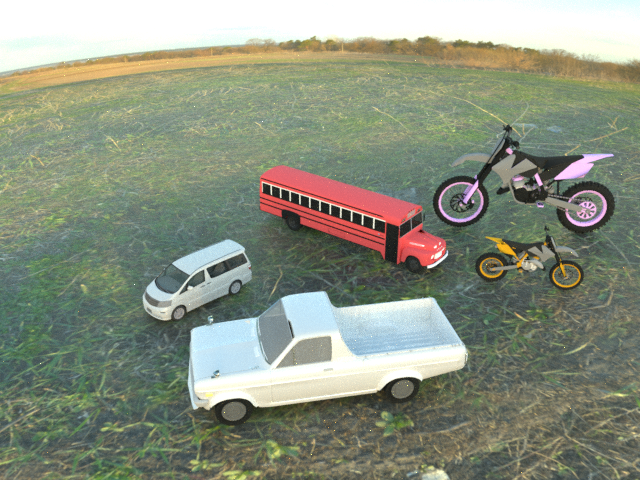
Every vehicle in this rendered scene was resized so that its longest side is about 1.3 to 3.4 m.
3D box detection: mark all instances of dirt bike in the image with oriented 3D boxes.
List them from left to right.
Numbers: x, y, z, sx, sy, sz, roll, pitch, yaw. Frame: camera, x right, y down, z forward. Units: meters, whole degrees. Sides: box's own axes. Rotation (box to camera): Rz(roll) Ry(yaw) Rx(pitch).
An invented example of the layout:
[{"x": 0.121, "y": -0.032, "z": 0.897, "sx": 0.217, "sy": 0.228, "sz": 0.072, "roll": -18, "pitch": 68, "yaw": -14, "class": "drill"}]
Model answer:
[{"x": 3.302, "y": -0.901, "z": 11.233, "sx": 2.903, "sy": 1.666, "sz": 1.024, "roll": 3, "pitch": 28, "yaw": 5, "class": "dirt bike"}, {"x": 2.970, "y": 0.269, "z": 9.872, "sx": 1.493, "sy": 0.857, "sz": 0.527, "roll": 7, "pitch": 28, "yaw": 12, "class": "dirt bike"}]

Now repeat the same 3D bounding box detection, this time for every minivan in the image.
[{"x": -1.691, "y": 0.536, "z": 9.624, "sx": 1.548, "sy": 0.616, "sz": 0.681, "roll": -24, "pitch": 36, "yaw": -38, "class": "minivan"}]

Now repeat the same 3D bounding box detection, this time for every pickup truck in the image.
[{"x": 0.048, "y": 1.193, "z": 7.964, "sx": 3.117, "sy": 0.993, "sz": 1.244, "roll": -5, "pitch": 28, "yaw": -10, "class": "pickup truck"}]

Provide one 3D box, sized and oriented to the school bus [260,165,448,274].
[{"x": 0.481, "y": -0.387, "z": 11.138, "sx": 3.322, "sy": 0.844, "sz": 0.709, "roll": 20, "pitch": 34, "yaw": 33, "class": "school bus"}]
